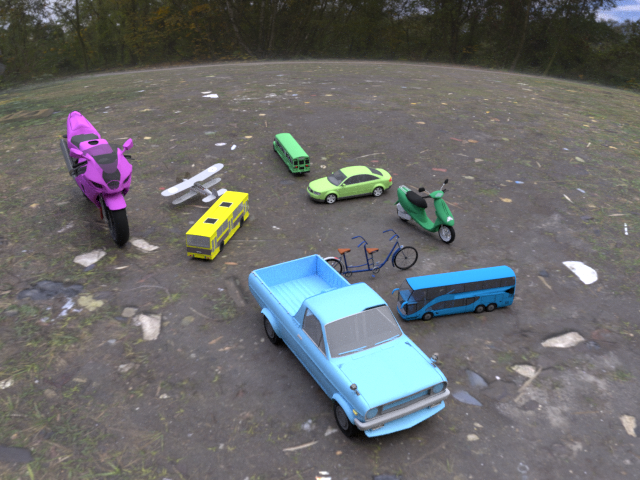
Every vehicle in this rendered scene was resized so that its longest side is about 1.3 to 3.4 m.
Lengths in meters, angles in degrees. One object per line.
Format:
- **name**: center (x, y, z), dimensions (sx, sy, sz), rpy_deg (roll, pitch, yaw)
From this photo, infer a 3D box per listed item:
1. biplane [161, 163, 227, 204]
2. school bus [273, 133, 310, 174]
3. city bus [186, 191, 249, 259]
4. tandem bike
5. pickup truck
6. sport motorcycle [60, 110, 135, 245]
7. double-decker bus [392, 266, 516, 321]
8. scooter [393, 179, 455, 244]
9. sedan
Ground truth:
- **biplane**: center (-2.178, -0.915, 12.618), dimensions (1.336, 0.504, 1.090), rpy_deg (-25, 37, -39)
- **school bus**: center (-0.613, -1.799, 14.347), dimensions (0.365, 0.434, 1.708), rpy_deg (-9, 29, -16)
- **city bus**: center (-1.635, -0.245, 11.413), dimensions (0.476, 0.460, 1.674), rpy_deg (7, 29, 13)
- **tandem bike**: center (0.696, 0.238, 10.275), dimensions (1.642, 0.682, 0.283), rpy_deg (-9, 29, -16)
- **pickup truck**: center (0.218, 1.048, 8.431), dimensions (1.244, 0.993, 3.117), rpy_deg (-14, 31, -24)
- **sport motorcycle**: center (-3.752, -1.108, 11.822), dimensions (0.983, 1.596, 2.955), rpy_deg (-14, 31, -25)
- **double-decker bus**: center (1.829, 0.727, 9.511), dimensions (1.672, 0.541, 0.389), rpy_deg (-6, 29, -12)
- **scooter**: center (1.728, -0.563, 11.521), dimensions (0.662, 0.919, 1.399), rpy_deg (-19, 34, -32)
- **sedan**: center (0.545, -1.065, 12.922), dimensions (1.613, 0.483, 0.635), rpy_deg (-10, 30, -18)
